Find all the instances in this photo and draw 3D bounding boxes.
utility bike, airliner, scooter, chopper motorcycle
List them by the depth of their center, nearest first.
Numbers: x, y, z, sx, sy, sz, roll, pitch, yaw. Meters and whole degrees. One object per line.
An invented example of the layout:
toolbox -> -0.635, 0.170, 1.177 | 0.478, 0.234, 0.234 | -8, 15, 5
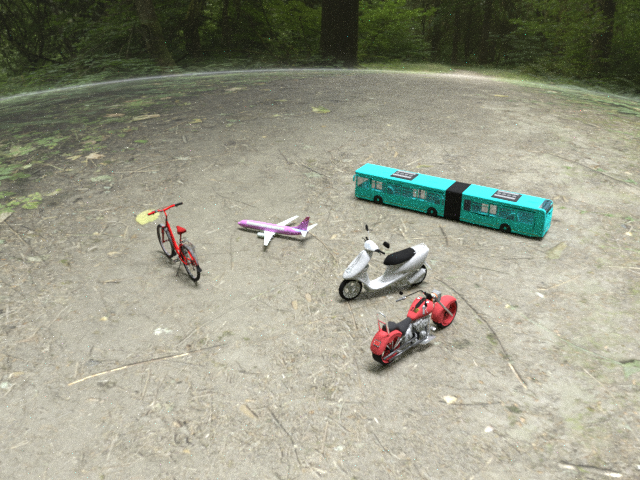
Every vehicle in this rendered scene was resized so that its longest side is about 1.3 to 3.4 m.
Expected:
chopper motorcycle -> 1.159, 0.922, 8.319 | 0.466, 0.761, 1.563 | 23, 35, 39
scooter -> 0.891, 0.297, 9.408 | 1.399, 0.919, 0.662 | -11, 28, -21
utility bike -> -2.084, 0.011, 9.955 | 0.535, 0.946, 1.435 | -17, 31, -31
airliner -> -0.736, -0.269, 11.106 | 1.307, 0.429, 1.161 | 11, 28, 21

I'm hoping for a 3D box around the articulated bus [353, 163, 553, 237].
articulated bus -> 2.150, -0.703, 11.834 | 3.401, 0.561, 0.605 | 15, 30, 27
